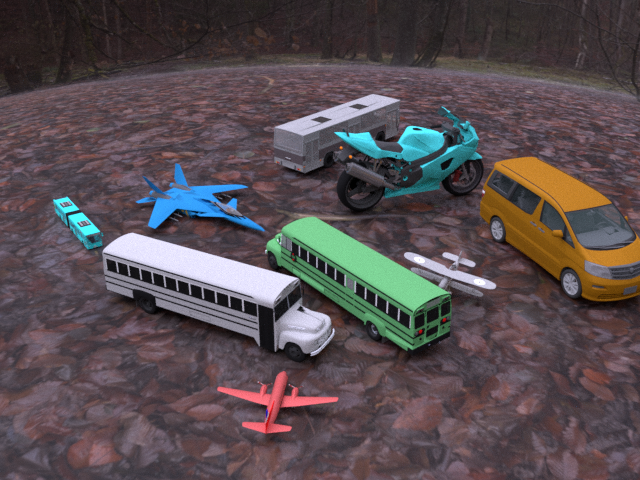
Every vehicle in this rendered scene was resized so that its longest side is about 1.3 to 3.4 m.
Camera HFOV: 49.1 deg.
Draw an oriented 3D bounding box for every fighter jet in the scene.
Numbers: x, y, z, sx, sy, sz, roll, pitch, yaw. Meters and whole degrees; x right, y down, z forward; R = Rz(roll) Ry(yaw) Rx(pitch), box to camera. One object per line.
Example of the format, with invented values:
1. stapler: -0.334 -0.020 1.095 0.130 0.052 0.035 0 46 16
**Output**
1. fighter jet: -1.943 -0.678 12.203 2.640 0.557 2.229 20 34 34

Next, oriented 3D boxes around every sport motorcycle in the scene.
1. sport motorcycle: 1.640 -1.397 12.462 2.955 1.596 0.983 -9 29 -17

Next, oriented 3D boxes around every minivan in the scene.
1. minivan: 3.692 -0.235 10.655 1.324 1.197 3.011 -10 29 -19

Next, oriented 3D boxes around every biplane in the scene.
1. biplane: 1.885 0.486 10.016 1.336 0.504 1.090 13 30 23

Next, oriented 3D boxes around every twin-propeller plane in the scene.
1. twin-propeller plane: -0.490 1.734 7.714 1.370 0.407 1.095 4 28 7

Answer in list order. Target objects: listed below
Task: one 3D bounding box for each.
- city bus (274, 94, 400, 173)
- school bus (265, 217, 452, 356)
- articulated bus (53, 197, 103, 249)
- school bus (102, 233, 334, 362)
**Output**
1. city bus: 0.441 -2.279 14.925 0.926 0.894 3.255 22 35 36
2. school bus: 0.368 0.474 9.670 0.709 0.844 3.322 -19 33 -33
3. articulated bus: -4.090 -0.306 11.777 0.311 0.289 1.749 -18 32 -31
4. school bus: -1.377 0.698 9.238 3.322 0.844 0.709 14 30 25
